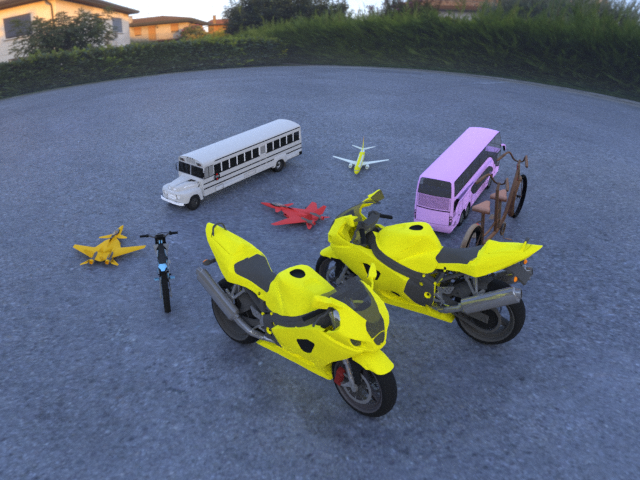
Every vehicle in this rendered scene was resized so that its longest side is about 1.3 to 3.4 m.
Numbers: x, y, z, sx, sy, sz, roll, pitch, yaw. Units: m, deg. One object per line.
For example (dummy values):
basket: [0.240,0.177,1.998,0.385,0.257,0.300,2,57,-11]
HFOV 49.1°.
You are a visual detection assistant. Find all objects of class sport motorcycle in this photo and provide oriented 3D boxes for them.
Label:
sport motorcycle: [-0.297,0.873,8.090,2.955,1.596,0.983,23,35,37]
sport motorcycle: [1.264,0.382,9.031,2.955,1.596,0.983,13,30,24]

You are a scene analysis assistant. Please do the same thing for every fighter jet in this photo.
fighter jet: [-3.348,-0.012,11.202,1.147,0.286,1.358,1,28,1]
fighter jet: [-0.533,-0.561,12.255,1.358,0.286,1.147,19,33,32]

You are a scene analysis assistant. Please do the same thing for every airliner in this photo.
airliner: [0.820,-1.715,14.311,1.161,0.429,1.307,5,28,9]

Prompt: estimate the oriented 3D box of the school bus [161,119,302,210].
school bus: [-1.643,-1.504,13.459,0.709,0.844,3.322,20,33,33]

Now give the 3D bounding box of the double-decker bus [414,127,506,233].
double-decker bus: [2.562,-1.173,12.600,0.756,1.052,3.251,13,30,24]

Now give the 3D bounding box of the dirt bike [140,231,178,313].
dirt bike: [-2.223,0.357,9.879,0.527,0.857,1.493,-6,28,-12]

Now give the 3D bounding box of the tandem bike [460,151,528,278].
tandem bike: [2.794,-0.513,11.040,0.550,1.326,3.192,16,31,27]
